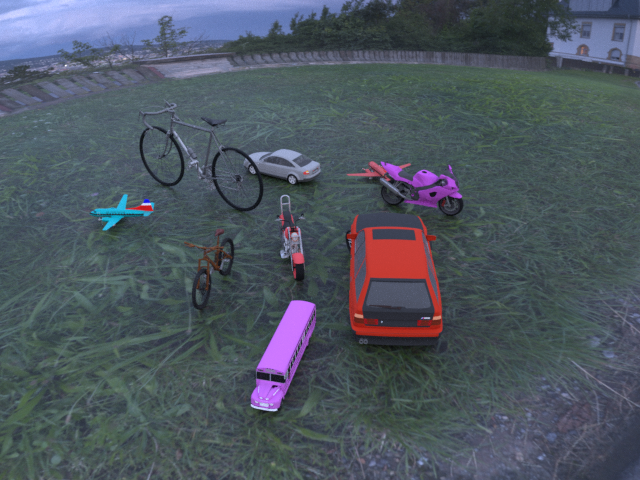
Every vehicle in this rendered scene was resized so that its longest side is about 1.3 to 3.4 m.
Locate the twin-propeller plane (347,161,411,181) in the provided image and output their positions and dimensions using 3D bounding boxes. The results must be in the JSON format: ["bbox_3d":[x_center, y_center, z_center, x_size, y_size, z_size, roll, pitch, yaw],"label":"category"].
[{"bbox_3d":[1.179,-1.343,13.373,1.370,0.407,1.095,-11,31,-20],"label":"twin-propeller plane"}]

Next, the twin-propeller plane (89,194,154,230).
[{"bbox_3d":[-3.366,-0.508,11.839,1.095,0.407,1.370,0,29,0],"label":"twin-propeller plane"}]

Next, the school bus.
[{"bbox_3d":[-0.419,1.358,8.381,0.365,0.434,1.708,7,29,12],"label":"school bus"}]

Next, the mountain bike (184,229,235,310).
[{"bbox_3d":[-1.498,0.321,9.832,0.573,0.868,1.469,7,29,13],"label":"mountain bike"}]

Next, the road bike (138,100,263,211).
[{"bbox_3d":[-2.179,-1.507,12.368,3.004,1.656,0.696,19,34,31],"label":"road bike"}]

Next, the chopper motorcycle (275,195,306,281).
[{"bbox_3d":[-0.428,-0.048,10.622,0.466,0.761,1.563,-5,29,-9],"label":"chopper motorcycle"}]

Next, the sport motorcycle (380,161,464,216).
[{"bbox_3d":[1.754,-0.899,12.124,1.520,0.821,0.506,12,31,22],"label":"sport motorcycle"}]

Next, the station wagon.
[{"bbox_3d":[1.013,0.284,9.845,1.327,0.920,3.105,1,29,2],"label":"station wagon"}]

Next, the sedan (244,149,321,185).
[{"bbox_3d":[-0.754,-1.489,13.561,1.613,0.483,0.635,16,32,27],"label":"sedan"}]
